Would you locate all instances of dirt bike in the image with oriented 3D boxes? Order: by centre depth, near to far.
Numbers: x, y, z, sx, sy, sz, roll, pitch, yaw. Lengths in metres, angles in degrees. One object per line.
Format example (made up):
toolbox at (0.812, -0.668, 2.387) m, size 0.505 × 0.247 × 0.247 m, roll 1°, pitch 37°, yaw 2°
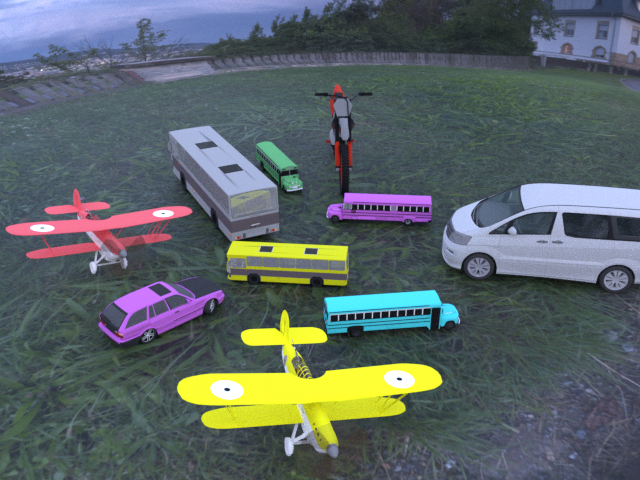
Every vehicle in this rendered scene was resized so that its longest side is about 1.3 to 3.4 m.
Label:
dirt bike at (0.402, -2.021, 13.009) m, size 1.024 × 1.666 × 2.903 m, roll -1°, pitch 28°, yaw -2°

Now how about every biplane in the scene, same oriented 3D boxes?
biplane at (-0.121, 1.470, 7.106) m, size 2.598 × 0.981 × 2.120 m, roll -8°, pitch 29°, yaw -14°
biplane at (-3.203, -0.162, 10.210) m, size 2.598 × 0.981 × 2.120 m, roll -19°, pitch 33°, yaw -31°

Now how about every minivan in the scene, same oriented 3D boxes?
minivan at (3.282, -0.127, 9.911) m, size 3.011 × 1.197 × 1.324 m, roll 5°, pitch 28°, yaw 10°

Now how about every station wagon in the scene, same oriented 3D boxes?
station wagon at (-1.981, 0.814, 8.898) m, size 1.597 × 0.473 × 0.682 m, roll -24°, pitch 36°, yaw -38°

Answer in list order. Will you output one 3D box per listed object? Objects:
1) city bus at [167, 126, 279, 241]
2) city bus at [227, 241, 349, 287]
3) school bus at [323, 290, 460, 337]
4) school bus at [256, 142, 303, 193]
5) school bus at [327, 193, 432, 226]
city bus at (-1.707, -1.008, 11.912) m, size 0.926 × 0.894 × 3.255 m, roll -13°, pitch 30°, yaw -23°
city bus at (-0.441, 0.343, 9.809) m, size 1.674 × 0.460 × 0.476 m, roll 3°, pitch 28°, yaw 5°
school bus at (0.905, 0.909, 8.760) m, size 1.708 × 0.434 × 0.365 m, roll -3°, pitch 28°, yaw -7°
school bus at (-0.769, -1.370, 13.095) m, size 0.365 × 0.434 × 1.708 m, roll -11°, pitch 30°, yaw -20°
school bus at (0.965, -0.513, 11.464) m, size 1.708 × 0.434 × 0.365 m, roll 2°, pitch 28°, yaw 5°
